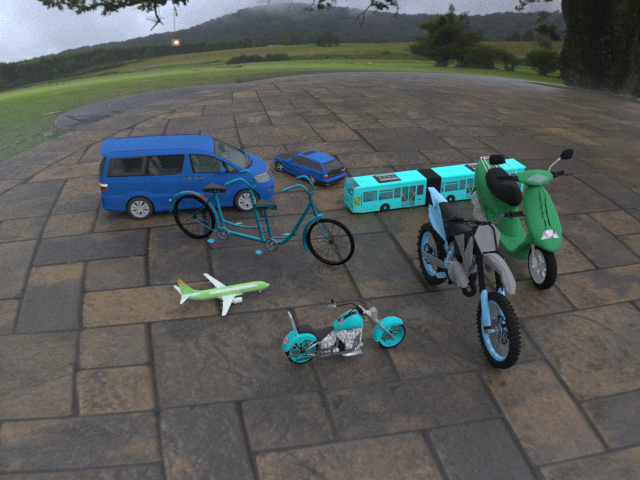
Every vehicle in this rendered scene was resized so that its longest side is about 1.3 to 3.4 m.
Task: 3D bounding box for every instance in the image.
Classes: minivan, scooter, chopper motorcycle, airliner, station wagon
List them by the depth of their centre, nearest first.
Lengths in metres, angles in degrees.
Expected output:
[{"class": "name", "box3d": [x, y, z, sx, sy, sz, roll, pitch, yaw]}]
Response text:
[{"class": "chopper motorcycle", "box3d": [0.308, 1.071, 8.421, 1.563, 0.761, 0.466, -9, 29, -17]}, {"class": "airliner", "box3d": [-1.323, 0.629, 9.643, 1.307, 0.429, 1.161, -10, 29, -18]}, {"class": "scooter", "box3d": [2.930, -0.589, 10.529, 1.288, 1.786, 2.721, -5, 28, -10]}, {"class": "minivan", "box3d": [-2.328, -1.190, 12.342, 3.011, 1.197, 1.324, -5, 28, -9]}, {"class": "station wagon", "box3d": [-0.235, -1.501, 13.739, 0.682, 0.473, 1.597, -24, 36, -38]}]

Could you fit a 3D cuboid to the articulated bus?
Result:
[{"class": "articulated bus", "box3d": [2.122, -0.986, 12.642, 3.401, 0.561, 0.605, -8, 28, -15]}]

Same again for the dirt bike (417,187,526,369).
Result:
[{"class": "dirt bike", "box3d": [1.866, 0.294, 8.941, 1.024, 1.666, 2.903, -6, 28, -12]}]

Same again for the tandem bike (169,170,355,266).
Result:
[{"class": "tandem bike", "box3d": [-0.962, -0.418, 10.700, 3.192, 1.326, 0.550, 11, 29, 20]}]
